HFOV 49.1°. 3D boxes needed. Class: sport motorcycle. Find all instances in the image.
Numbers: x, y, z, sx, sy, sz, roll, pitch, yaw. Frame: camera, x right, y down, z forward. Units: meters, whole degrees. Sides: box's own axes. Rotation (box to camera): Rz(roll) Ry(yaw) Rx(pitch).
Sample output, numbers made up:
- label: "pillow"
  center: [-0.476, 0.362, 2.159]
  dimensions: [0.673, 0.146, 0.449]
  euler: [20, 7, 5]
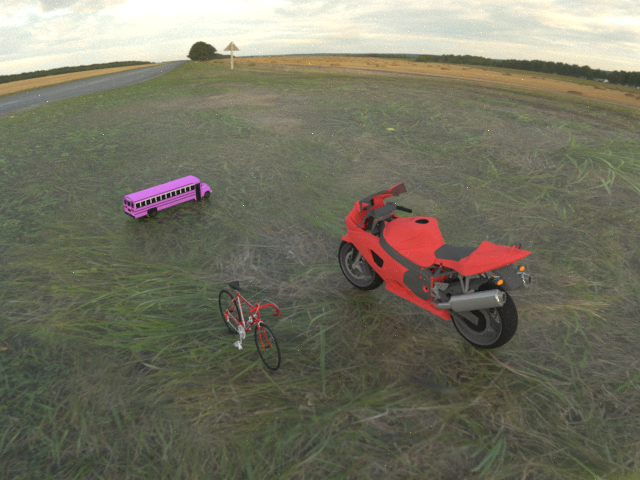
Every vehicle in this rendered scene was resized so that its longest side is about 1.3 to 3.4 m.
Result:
- label: "sport motorcycle"
  center: [1.350, 0.310, 9.189]
  dimensions: [2.955, 1.596, 0.983]
  euler: [24, 35, 39]

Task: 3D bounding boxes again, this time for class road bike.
- label: "road bike"
  center: [-0.899, 0.989, 8.657]
  dimensions: [0.358, 0.852, 1.545]
  euler: [-17, 31, -31]

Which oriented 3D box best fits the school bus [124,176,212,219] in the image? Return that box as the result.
- label: "school bus"
  center: [-2.736, -0.809, 12.756]
  dimensions: [0.365, 0.434, 1.708]
  euler: [24, 35, 39]
